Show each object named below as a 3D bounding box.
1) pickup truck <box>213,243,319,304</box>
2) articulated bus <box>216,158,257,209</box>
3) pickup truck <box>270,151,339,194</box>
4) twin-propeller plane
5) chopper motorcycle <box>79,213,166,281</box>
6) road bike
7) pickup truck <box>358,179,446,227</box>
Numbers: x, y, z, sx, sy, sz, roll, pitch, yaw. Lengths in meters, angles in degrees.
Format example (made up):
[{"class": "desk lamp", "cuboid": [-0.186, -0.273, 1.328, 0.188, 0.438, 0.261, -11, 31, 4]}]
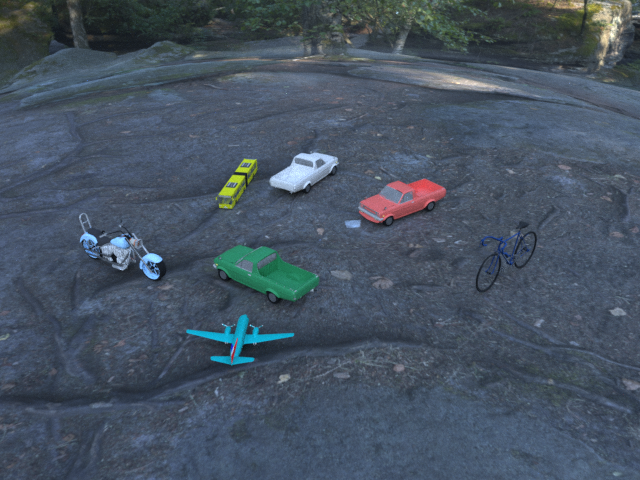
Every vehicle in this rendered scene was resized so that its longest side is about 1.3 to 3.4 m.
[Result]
[{"class": "pickup truck", "cuboid": [-0.789, 0.431, 10.023, 1.603, 0.511, 0.640, 21, 35, 32]}, {"class": "articulated bus", "cuboid": [-1.505, -1.067, 12.953, 0.311, 0.289, 1.749, 5, 29, 9]}, {"class": "pickup truck", "cuboid": [-0.275, -1.316, 13.174, 0.640, 0.511, 1.603, 16, 33, 27]}, {"class": "twin-propeller plane", "cuboid": [-1.016, 1.194, 8.752, 1.370, 0.407, 1.095, 2, 29, 3]}, {"class": "chopper motorcycle", "cuboid": [-2.949, 0.100, 10.362, 1.563, 0.761, 0.466, 15, 32, 25]}, {"class": "road bike", "cuboid": [2.722, 0.194, 10.099, 1.545, 0.852, 0.358, -25, 37, -37]}, {"class": "pickup truck", "cuboid": [1.435, -0.725, 12.109, 1.603, 0.511, 0.640, -20, 35, -31]}]
